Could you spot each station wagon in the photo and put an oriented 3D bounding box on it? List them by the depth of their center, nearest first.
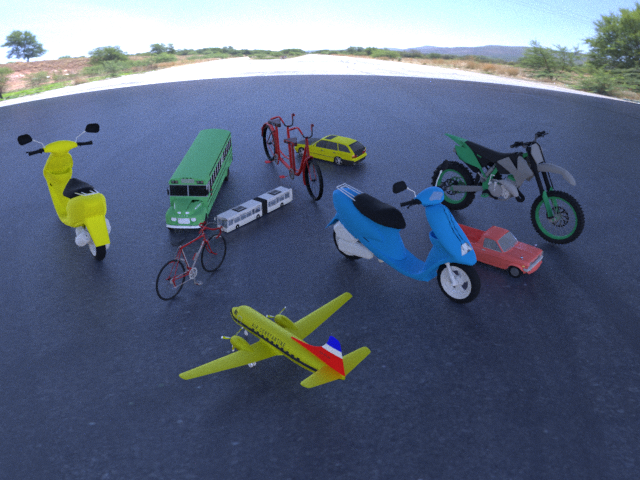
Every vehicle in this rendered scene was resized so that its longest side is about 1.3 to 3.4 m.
[{"bbox_3d":[0.206,-1.998,15.078,1.597,0.473,0.682,17,31,30],"label":"station wagon"}]

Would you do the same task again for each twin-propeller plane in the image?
[{"bbox_3d":[-0.443,1.136,8.446,2.663,0.792,2.129,-23,34,-38],"label":"twin-propeller plane"}]

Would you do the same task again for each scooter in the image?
[{"bbox_3d":[1.160,-0.238,10.085,2.721,1.786,1.288,22,34,37],"label":"scooter"},{"bbox_3d":[-3.992,-0.852,11.314,1.288,1.786,2.721,-16,31,-29],"label":"scooter"}]

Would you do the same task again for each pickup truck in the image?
[{"bbox_3d":[2.630,0.077,10.883,1.603,0.511,0.640,19,32,33],"label":"pickup truck"}]

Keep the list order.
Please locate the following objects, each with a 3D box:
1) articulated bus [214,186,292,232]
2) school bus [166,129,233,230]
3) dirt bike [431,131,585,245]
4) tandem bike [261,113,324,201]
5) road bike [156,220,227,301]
[{"bbox_3d":[-1.138,-0.566,12.418,0.311,0.289,1.749,19,32,33],"label":"articulated bus"},{"bbox_3d":[-2.205,-1.171,13.008,0.709,0.844,3.322,1,27,2],"label":"school bus"},{"bbox_3d":[3.115,-1.003,11.751,2.903,1.666,1.024,24,35,39],"label":"dirt bike"},{"bbox_3d":[-0.598,-1.836,13.801,0.550,1.326,3.192,-11,29,-21],"label":"tandem bike"},{"bbox_3d":[-1.843,0.268,10.119,0.358,0.852,1.545,15,30,28],"label":"road bike"}]
